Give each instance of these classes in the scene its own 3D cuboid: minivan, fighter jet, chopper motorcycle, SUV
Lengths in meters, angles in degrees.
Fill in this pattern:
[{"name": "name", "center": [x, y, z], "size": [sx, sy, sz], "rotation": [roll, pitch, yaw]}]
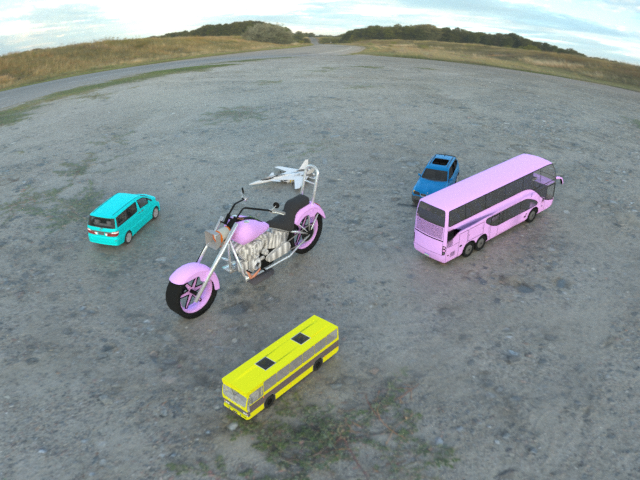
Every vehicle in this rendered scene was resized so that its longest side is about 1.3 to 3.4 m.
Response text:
[{"name": "minivan", "center": [-3.337, -0.460, 12.004], "size": [0.681, 0.616, 1.548], "rotation": [8, 31, 14]}, {"name": "fighter jet", "center": [-0.759, -1.284, 13.796], "size": [1.358, 0.286, 1.147], "rotation": [-12, 32, -20]}, {"name": "chopper motorcycle", "center": [-1.026, -0.024, 10.356], "size": [0.906, 1.480, 3.040], "rotation": [24, 37, 36]}, {"name": "SUV", "center": [2.220, -1.163, 13.284], "size": [0.656, 0.580, 1.572], "rotation": [11, 31, 19]}]

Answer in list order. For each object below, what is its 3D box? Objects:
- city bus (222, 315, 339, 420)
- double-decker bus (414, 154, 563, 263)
[{"name": "city bus", "center": [-0.450, 1.546, 8.614], "size": [0.476, 0.460, 1.674], "rotation": [22, 36, 34]}, {"name": "double-decker bus", "center": [2.889, -0.611, 11.829], "size": [3.251, 1.052, 0.756], "rotation": [-24, 37, -35]}]
